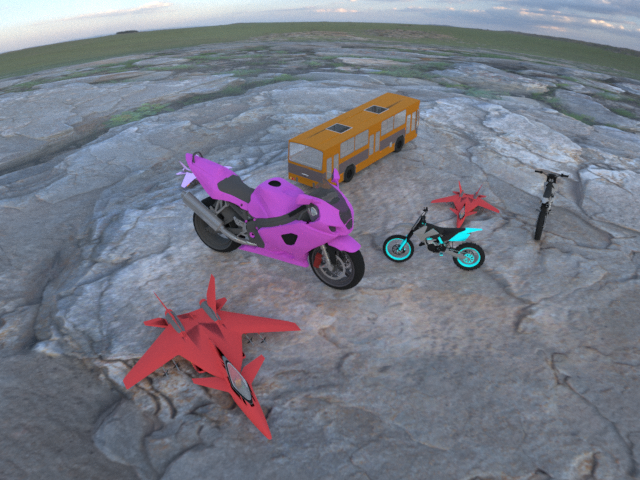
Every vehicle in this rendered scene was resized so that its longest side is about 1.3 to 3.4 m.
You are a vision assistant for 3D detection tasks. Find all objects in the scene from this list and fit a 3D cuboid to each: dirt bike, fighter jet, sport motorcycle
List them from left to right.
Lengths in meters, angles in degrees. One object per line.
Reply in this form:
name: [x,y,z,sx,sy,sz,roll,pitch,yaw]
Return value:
fighter jet: [-1.988,-1.187,12.764,1.358,0.286,1.147,25,39,36]
fighter jet: [-1.156,1.349,8.230,2.229,0.557,2.640,-16,34,-25]
sport motorcycle: [-0.680,-0.287,9.967,2.955,1.596,0.983,17,35,26]
dirt bike: [1.659,0.024,10.167,1.493,0.857,0.527,6,31,10]
fighter jet: [2.419,-0.572,11.729,1.147,0.286,1.358,10,32,16]
dirt bike: [3.641,-0.633,11.273,0.527,0.857,1.493,12,33,20]

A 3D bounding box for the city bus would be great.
city bus: [0.728,-1.899,13.367,0.926,0.894,3.255,21,37,32]
